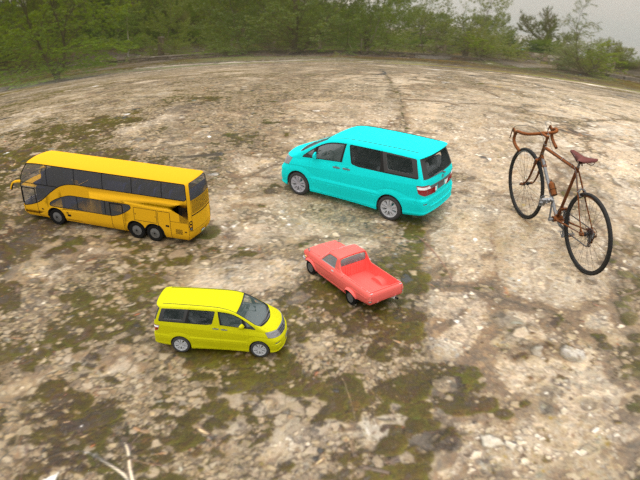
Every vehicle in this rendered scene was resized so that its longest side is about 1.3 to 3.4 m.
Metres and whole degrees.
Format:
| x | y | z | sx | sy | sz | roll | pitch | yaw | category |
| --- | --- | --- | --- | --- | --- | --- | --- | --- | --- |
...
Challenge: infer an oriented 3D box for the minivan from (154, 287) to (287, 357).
| x | y | z | sx | sy | sz | roll | pitch | yaw | category |
| --- | --- | --- | --- | --- | --- | --- | --- | --- | --- |
| -1.170 | 0.943 | 8.324 | 1.548 | 0.616 | 0.681 | 3 | 27 | 5 | minivan |

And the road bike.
| x | y | z | sx | sy | sz | roll | pitch | yaw | category |
| --- | --- | --- | --- | --- | --- | --- | --- | --- | --- |
| 3.517 | -0.717 | 10.406 | 0.696 | 1.656 | 3.004 | -6 | 28 | -11 | road bike |

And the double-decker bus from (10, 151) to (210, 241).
| x | y | z | sx | sy | sz | roll | pitch | yaw | category |
| --- | --- | --- | --- | --- | --- | --- | --- | --- | --- |
| -3.319 | -0.729 | 11.086 | 3.251 | 1.052 | 0.756 | 9 | 29 | 17 | double-decker bus |

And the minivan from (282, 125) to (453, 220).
| x | y | z | sx | sy | sz | roll | pitch | yaw | category |
| --- | --- | --- | --- | --- | --- | --- | --- | --- | --- |
| 0.735 | -1.284 | 12.003 | 3.011 | 1.197 | 1.324 | 18 | 32 | 30 | minivan |

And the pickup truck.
| x | y | z | sx | sy | sz | roll | pitch | yaw | category |
| --- | --- | --- | --- | --- | --- | --- | --- | --- | --- |
| 0.418 | 0.390 | 9.509 | 0.640 | 0.511 | 1.603 | -17 | 32 | -30 | pickup truck |
